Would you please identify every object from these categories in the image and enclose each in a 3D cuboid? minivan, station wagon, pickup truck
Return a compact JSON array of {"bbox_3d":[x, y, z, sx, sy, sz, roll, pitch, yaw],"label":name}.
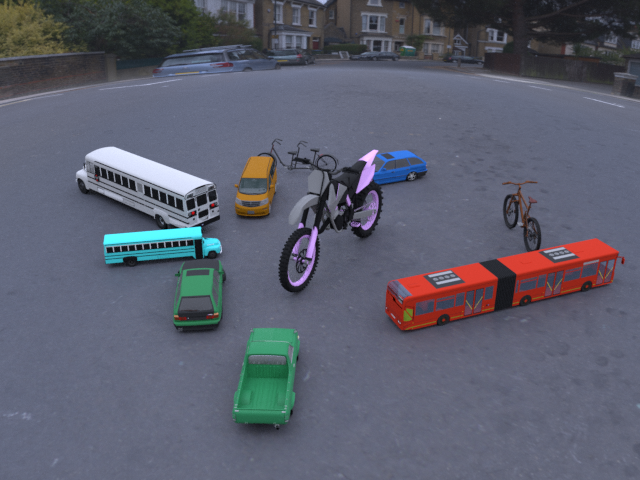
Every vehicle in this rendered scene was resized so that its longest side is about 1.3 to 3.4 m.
[{"bbox_3d":[-1.118,-0.952,12.360,0.681,0.616,1.548,1,27,3],"label":"minivan"},{"bbox_3d":[-1.614,0.621,9.372,0.682,0.473,1.597,-3,27,-5],"label":"station wagon"},{"bbox_3d":[-0.570,1.432,7.710,0.640,0.511,1.603,1,27,2],"label":"pickup truck"},{"bbox_3d":[1.249,-1.379,13.371,1.597,0.473,0.682,-11,29,-21],"label":"station wagon"}]

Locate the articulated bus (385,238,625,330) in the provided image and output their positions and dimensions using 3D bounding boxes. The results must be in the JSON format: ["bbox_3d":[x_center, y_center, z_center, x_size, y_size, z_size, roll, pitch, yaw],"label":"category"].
[{"bbox_3d":[2.508,0.566,9.385,3.401,0.561,0.605,-10,28,-19],"label":"articulated bus"}]

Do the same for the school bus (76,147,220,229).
[{"bbox_3d":[-3.099,-0.939,12.077,3.322,0.844,0.709,21,33,36],"label":"school bus"}]

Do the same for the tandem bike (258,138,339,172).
[{"bbox_3d":[-0.453,-1.622,13.624,1.642,0.682,0.283,2,27,5],"label":"tandem bike"}]

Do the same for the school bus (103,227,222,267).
[{"bbox_3d":[-2.341,0.087,10.485,1.708,0.434,0.365,-5,27,-10],"label":"school bus"}]

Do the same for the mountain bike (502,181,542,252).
[{"bbox_3d":[3.178,-0.406,10.986,0.573,0.868,1.469,-3,27,-6],"label":"mountain bike"}]

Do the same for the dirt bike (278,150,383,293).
[{"bbox_3d":[0.245,-0.432,10.145,1.024,1.666,2.903,15,30,27],"label":"dirt bike"}]
